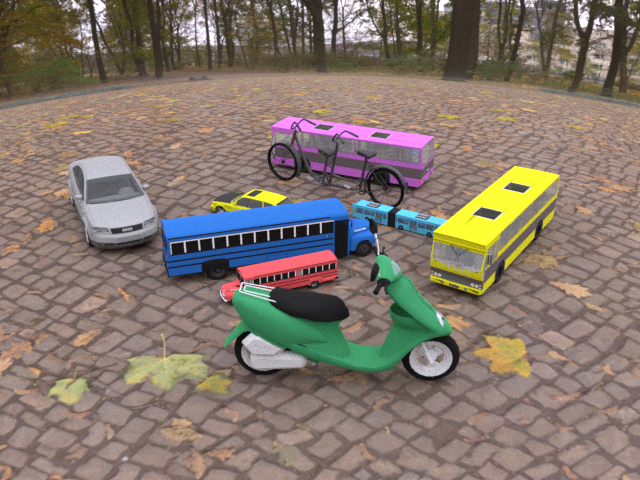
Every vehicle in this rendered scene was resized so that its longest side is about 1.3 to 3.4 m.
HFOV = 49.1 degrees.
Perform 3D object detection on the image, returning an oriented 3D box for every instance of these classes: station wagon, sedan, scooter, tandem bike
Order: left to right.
[{"bbox_3d":[-3.642,-0.813,12.126,1.235,0.940,3.137,-12,29,-22],"label":"sedan"},{"bbox_3d":[-1.157,-0.610,12.242,1.597,0.473,0.682,14,30,27],"label":"station wagon"},{"bbox_3d":[0.247,-1.463,13.009,3.192,1.326,0.550,18,31,32],"label":"tandem bike"},{"bbox_3d":[0.252,0.807,7.882,2.721,1.786,1.288,1,26,3],"label":"scooter"}]

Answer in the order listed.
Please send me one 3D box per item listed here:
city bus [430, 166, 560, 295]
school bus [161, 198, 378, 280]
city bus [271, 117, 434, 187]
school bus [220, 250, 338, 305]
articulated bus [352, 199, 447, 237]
[{"bbox_3d":[2.803,-0.210,10.955,0.926,0.894,3.255,17,31,30],"label":"city bus"},{"bbox_3d":[-0.714,-0.056,10.699,3.322,0.844,0.709,-8,27,-16],"label":"school bus"},{"bbox_3d":[0.619,-1.766,14.110,3.255,0.894,0.926,12,29,23],"label":"city bus"},{"bbox_3d":[-0.581,0.525,9.982,1.708,0.434,0.365,-11,28,-21],"label":"school bus"},{"bbox_3d":[1.362,-0.364,11.951,1.749,0.289,0.311,15,30,28],"label":"articulated bus"}]
